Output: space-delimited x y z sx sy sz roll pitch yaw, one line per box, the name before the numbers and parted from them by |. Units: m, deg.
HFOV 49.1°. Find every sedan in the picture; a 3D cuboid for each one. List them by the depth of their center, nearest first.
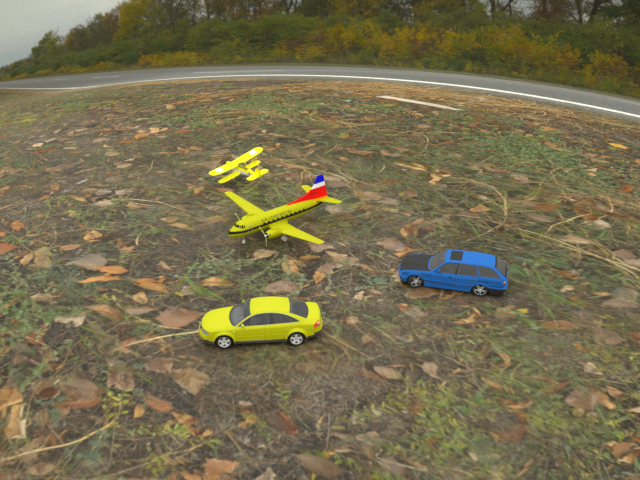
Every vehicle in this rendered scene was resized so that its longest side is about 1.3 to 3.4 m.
sedan | -0.774 1.034 9.150 1.613 0.483 0.635 -2 27 -4

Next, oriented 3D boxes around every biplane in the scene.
biplane | -1.541 -1.388 13.865 1.090 0.504 1.336 24 35 38

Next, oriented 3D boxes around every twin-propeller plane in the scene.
twin-propeller plane | -0.681 -0.517 11.845 2.129 0.792 2.663 -21 34 -35

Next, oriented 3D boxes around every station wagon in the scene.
station wagon | 1.965 0.427 10.348 1.597 0.473 0.682 7 28 13
